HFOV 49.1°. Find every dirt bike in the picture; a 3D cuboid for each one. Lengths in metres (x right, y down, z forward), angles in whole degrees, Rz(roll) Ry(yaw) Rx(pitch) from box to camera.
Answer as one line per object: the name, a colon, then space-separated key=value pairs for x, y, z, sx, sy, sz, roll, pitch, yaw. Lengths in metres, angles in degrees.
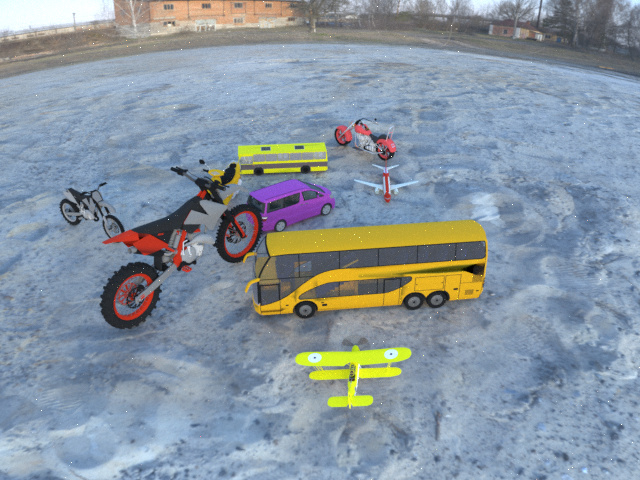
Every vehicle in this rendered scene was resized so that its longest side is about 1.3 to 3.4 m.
dirt bike: x=-1.815 y=-0.014 z=9.504 sx=1.024 sy=1.666 sz=2.903 roll=22 pitch=37 yaw=32
dirt bike: x=-3.642 y=-0.485 z=11.091 sx=1.493 sy=0.857 sz=0.527 roll=19 pitch=35 yaw=29

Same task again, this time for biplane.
biplane: x=0.357 y=1.545 z=8.013 sx=1.336 sy=0.504 sz=1.090 roll=3 pitch=31 yaw=5

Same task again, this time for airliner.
airliner: x=1.195 y=-1.084 z=12.522 sx=1.161 sy=0.429 sz=1.307 roll=1 pitch=31 yaw=2

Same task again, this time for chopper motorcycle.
chopper motorcycle: x=0.884 y=-2.082 z=13.881 sx=0.466 sy=0.761 sz=1.563 roll=-26 pitch=40 yaw=-37

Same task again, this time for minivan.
minivan: x=-0.462 y=-0.641 z=11.592 sx=1.548 sy=0.616 sz=0.681 roll=-21 pitch=37 yaw=-32

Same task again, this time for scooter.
scooter: x=-1.643 y=-0.974 z=11.857 sx=0.662 sy=0.919 sz=1.399 roll=8 pitch=32 yaw=13

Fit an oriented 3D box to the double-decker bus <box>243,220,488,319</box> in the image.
double-decker bus: x=0.605 y=0.380 z=9.442 sx=3.251 sy=1.052 sz=0.756 roll=-4 pitch=31 yaw=-6

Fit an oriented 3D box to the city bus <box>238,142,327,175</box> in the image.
city bus: x=-0.709 y=-1.526 z=13.238 sx=1.674 sy=0.460 sz=0.476 roll=-3 pitch=31 yaw=-5
